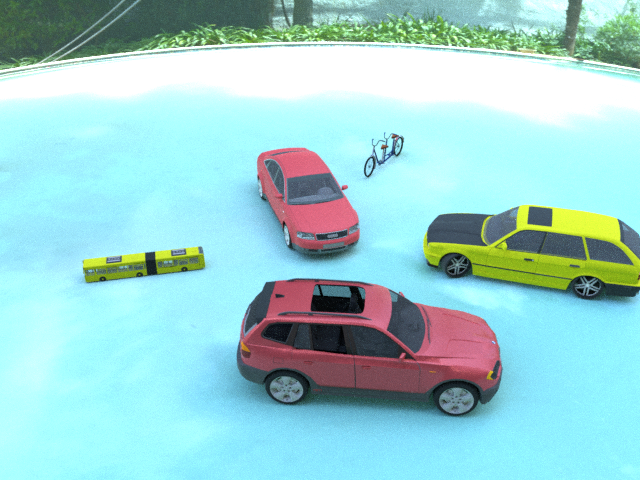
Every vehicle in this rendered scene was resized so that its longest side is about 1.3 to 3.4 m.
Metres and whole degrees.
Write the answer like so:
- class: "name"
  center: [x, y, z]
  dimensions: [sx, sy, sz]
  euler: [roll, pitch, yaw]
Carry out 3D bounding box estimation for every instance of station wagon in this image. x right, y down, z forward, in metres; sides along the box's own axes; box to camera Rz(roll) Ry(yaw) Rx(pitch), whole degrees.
- class: "station wagon"
  center: [3.079, 0.034, 10.240]
  dimensions: [3.105, 0.920, 1.327]
  euler: [9, 31, 15]

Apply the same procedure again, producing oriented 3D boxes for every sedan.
- class: "sedan"
  center: [-0.253, -0.822, 11.713]
  dimensions: [1.235, 0.940, 3.137]
  euler: [-9, 31, -15]

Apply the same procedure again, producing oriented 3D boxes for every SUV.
- class: "SUV"
  center: [0.565, 1.140, 8.105]
  dimensions: [3.058, 1.128, 1.276]
  euler: [3, 30, 5]

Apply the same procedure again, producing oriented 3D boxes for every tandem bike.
- class: "tandem bike"
  center: [1.268, -1.763, 13.611]
  dimensions: [0.283, 0.682, 1.642]
  euler: [17, 34, 28]

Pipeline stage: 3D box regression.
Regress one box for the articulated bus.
- class: "articulated bus"
  center: [-2.588, 0.353, 10.319]
  dimensions: [1.749, 0.289, 0.311]
  euler: [-7, 30, -11]
